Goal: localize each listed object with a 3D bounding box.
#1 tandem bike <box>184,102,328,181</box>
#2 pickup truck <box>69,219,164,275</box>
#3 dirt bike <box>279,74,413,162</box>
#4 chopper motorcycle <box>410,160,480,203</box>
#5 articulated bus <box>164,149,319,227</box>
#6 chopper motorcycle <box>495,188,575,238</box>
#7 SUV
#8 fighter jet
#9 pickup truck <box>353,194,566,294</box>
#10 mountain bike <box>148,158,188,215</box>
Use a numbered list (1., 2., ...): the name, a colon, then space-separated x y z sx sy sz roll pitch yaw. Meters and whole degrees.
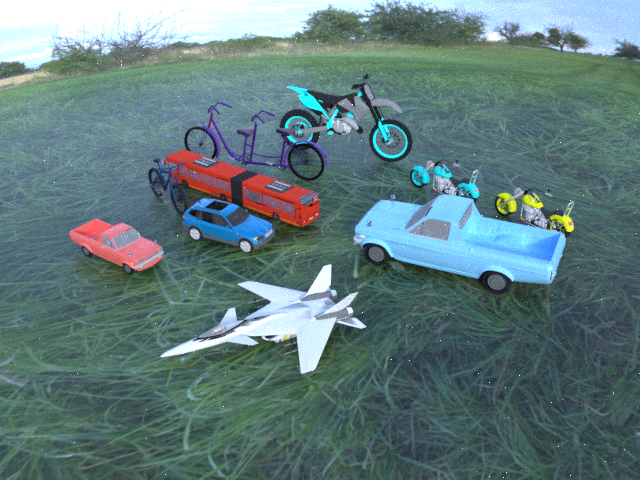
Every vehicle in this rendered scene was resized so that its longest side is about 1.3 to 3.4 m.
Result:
1. tandem bike: -1.323 -1.957 13.766 3.192 1.326 0.550 11 31 20
2. pickup truck: -3.220 0.029 11.026 1.603 0.511 0.640 19 34 30
3. dirt bike: 0.510 -2.514 14.419 2.903 1.666 1.024 10 31 17
4. chopper motorcycle: 2.284 -1.147 12.887 0.466 0.761 1.563 -23 36 -35
5. articulated bus: -1.498 -0.989 12.809 3.401 0.561 0.605 20 35 32
6. chopper motorcycle: 3.606 -0.551 11.813 0.466 0.761 1.563 -19 34 -31
7. SUV: -1.514 -0.280 11.511 1.572 0.580 0.656 13 32 22
8. fighter jet: -0.814 1.028 9.177 2.640 0.557 2.229 -13 32 -23
9. pickup truck: 2.100 -0.064 10.696 3.117 0.993 1.244 13 32 22
10. mountain bike: -2.755 -1.017 12.543 0.573 0.868 1.469 -20 35 -32
